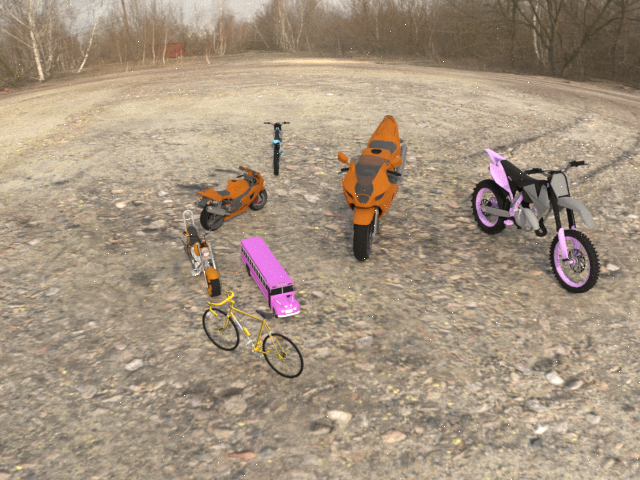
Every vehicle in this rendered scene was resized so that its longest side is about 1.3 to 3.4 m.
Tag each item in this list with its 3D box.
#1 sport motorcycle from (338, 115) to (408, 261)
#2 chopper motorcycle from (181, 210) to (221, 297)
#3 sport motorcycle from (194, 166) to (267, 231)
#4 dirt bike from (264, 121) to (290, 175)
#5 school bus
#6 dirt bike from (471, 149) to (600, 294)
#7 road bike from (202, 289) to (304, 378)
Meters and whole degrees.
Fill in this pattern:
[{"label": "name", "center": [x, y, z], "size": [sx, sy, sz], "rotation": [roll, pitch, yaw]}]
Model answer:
[{"label": "sport motorcycle", "center": [0.906, -0.909, 11.388], "size": [0.983, 1.596, 2.955], "rotation": [6, 28, 11]}, {"label": "chopper motorcycle", "center": [-1.737, 0.183, 10.205], "size": [0.466, 0.761, 1.563], "rotation": [-11, 30, -20]}, {"label": "sport motorcycle", "center": [-1.457, -0.709, 11.841], "size": [0.506, 0.821, 1.520], "rotation": [22, 35, 36]}, {"label": "dirt bike", "center": [-0.867, -1.915, 14.103], "size": [0.527, 0.857, 1.493], "rotation": [0, 28, 0]}, {"label": "school bus", "center": [-0.721, 0.515, 9.922], "size": [0.365, 0.434, 1.708], "rotation": [-11, 30, -19]}, {"label": "dirt bike", "center": [3.175, -0.453, 10.442], "size": [1.024, 1.666, 2.903], "rotation": [-11, 30, -20]}, {"label": "road bike", "center": [-0.829, 1.115, 8.329], "size": [1.545, 0.852, 0.358], "rotation": [17, 32, 30]}]
